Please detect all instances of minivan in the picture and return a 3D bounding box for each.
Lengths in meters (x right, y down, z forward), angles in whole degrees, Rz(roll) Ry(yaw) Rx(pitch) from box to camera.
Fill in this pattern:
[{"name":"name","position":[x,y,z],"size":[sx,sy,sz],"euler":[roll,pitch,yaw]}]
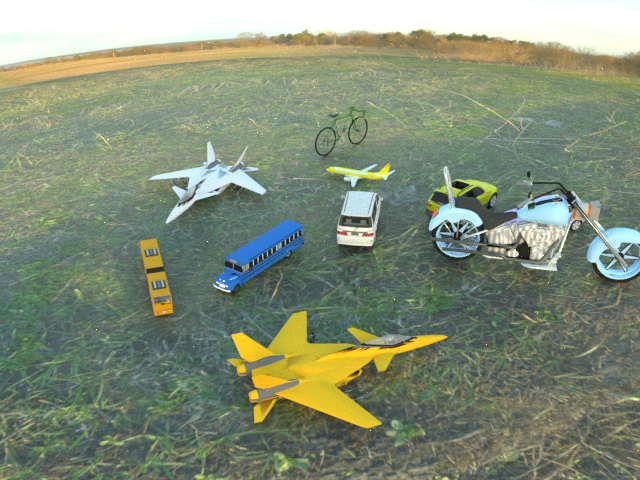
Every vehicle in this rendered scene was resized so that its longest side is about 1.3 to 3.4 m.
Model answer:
[{"name":"minivan","position":[0.640,-0.444,11.199],"size":[0.681,0.616,1.548],"euler":[4,28,8]}]

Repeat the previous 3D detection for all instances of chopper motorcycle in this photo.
[{"name":"chopper motorcycle","position":[3.079,-0.221,9.869],"size":[3.040,1.480,0.906],"euler":[6,29,11]}]

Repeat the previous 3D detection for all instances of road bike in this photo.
[{"name":"road bike","position":[0.455,-2.246,14.311],"size":[1.545,0.852,0.358],"euler":[-25,37,-38]}]

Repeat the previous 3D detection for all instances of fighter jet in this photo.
[{"name":"fighter jet","position":[-2.096,-1.013,12.324],"size":[2.229,0.557,2.640],"euler":[8,29,15]},{"name":"fighter jet","position":[0.336,1.261,8.082],"size":[2.640,0.557,2.229],"euler":[-11,30,-19]}]

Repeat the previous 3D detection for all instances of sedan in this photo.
[{"name":"sedan","position":[3.588,-0.410,11.276],"size":[1.613,0.483,0.635],"euler":[-11,30,-19]}]

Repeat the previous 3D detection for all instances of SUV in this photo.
[{"name":"SUV","position":[2.405,-0.727,11.766],"size":[0.656,0.580,1.572],"euler":[22,35,35]}]

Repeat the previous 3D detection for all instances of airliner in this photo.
[{"name":"airliner","position":[0.707,-1.320,13.031],"size":[1.307,0.429,1.161],"euler":[13,31,22]}]

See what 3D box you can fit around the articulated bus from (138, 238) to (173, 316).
[{"name":"articulated bus","position":[-2.302,0.486,9.812],"size":[0.311,0.289,1.749],"euler":[-9,29,-16]}]

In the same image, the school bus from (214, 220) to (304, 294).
[{"name":"school bus","position":[-0.872,0.229,10.137],"size":[0.365,0.434,1.708],"euler":[18,33,30]}]
